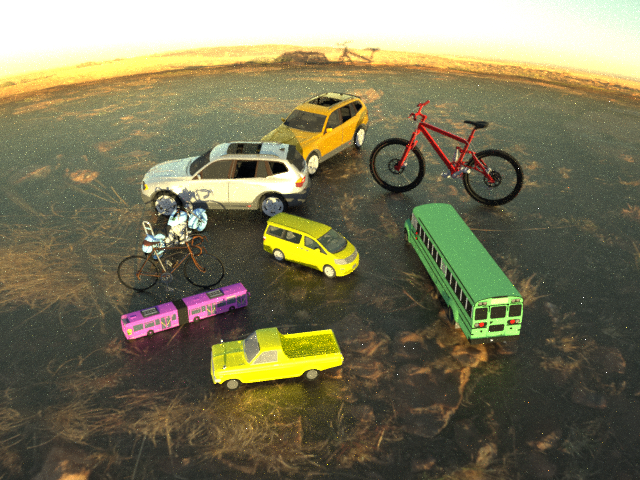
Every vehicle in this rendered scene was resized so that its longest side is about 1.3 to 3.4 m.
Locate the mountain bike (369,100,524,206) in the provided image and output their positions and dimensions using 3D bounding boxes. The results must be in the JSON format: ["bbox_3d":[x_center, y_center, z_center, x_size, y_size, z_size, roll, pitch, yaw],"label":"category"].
[{"bbox_3d":[2.286,-1.524,12.766,2.857,1.688,1.114,10,30,17],"label":"mountain bike"}]

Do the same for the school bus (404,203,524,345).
[{"bbox_3d":[1.957,0.308,10.231,0.709,0.844,3.322,-4,28,-8],"label":"school bus"}]

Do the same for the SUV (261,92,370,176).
[{"bbox_3d":[-0.094,-2.336,14.879,1.276,1.128,3.058,17,33,29],"label":"SUV"}]

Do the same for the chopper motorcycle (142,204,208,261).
[{"bbox_3d":[-2.328,-0.242,11.350,0.466,0.761,1.563,13,31,23],"label":"chopper motorcycle"}]

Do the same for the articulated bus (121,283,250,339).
[{"bbox_3d":[-1.819,0.963,9.596,1.749,0.289,0.311,-15,31,-26],"label":"articulated bus"}]

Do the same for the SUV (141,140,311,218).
[{"bbox_3d":[-1.697,-1.157,12.673,3.058,1.128,1.276,1,28,2],"label":"SUV"}]

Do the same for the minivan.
[{"bbox_3d":[-0.134,0.062,10.935,1.548,0.616,0.681,16,32,28],"label":"minivan"}]

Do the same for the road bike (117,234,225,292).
[{"bbox_3d":[-2.164,0.353,10.141,1.545,0.852,0.358,-2,28,-4],"label":"road bike"}]

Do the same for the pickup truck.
[{"bbox_3d":[-0.540,1.387,8.566,1.603,0.511,0.640,-5,29,-10],"label":"pickup truck"}]
